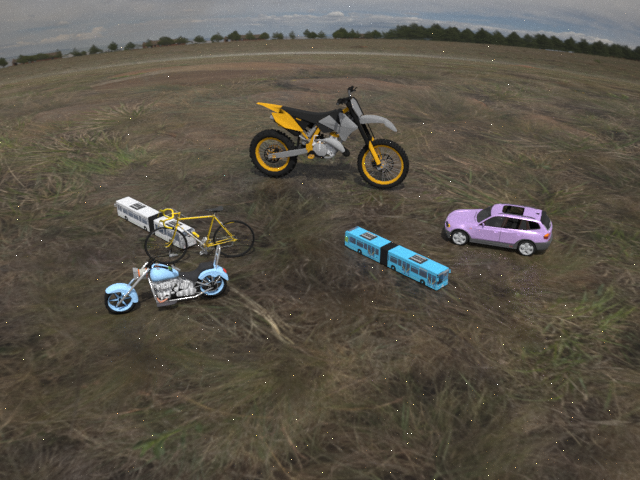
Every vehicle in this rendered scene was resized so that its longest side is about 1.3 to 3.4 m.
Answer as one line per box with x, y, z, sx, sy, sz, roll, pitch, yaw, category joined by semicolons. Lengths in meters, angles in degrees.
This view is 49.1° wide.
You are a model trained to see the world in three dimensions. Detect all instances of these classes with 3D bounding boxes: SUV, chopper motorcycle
2.650;-0.226;10.406;1.572;0.580;0.656;10;30;17;SUV
-1.945;0.497;8.857;1.563;0.761;0.466;-8;29;-15;chopper motorcycle

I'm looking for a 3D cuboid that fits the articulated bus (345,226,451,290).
1.052;0.235;9.851;0.311;0.289;1.749;-24;36;-37;articulated bus

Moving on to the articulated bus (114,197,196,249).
-2.559;-0.281;10.821;1.749;0.289;0.311;23;36;37;articulated bus

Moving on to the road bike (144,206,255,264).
-1.692;-0.079;9.842;1.545;0.852;0.358;-6;29;-11;road bike

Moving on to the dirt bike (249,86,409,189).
0.130;-1.759;12.129;2.903;1.666;1.024;8;29;14;dirt bike
